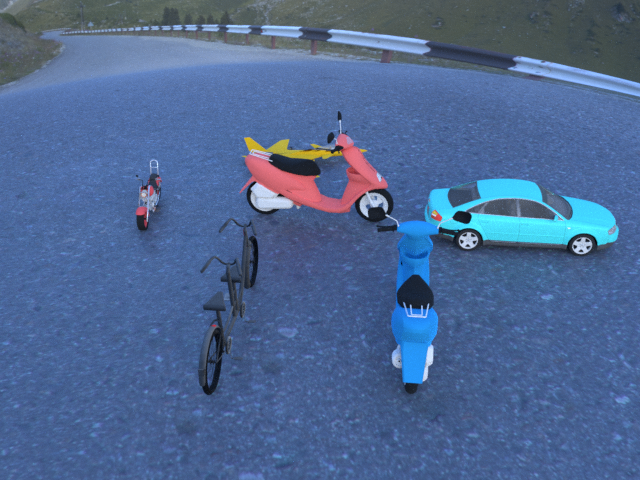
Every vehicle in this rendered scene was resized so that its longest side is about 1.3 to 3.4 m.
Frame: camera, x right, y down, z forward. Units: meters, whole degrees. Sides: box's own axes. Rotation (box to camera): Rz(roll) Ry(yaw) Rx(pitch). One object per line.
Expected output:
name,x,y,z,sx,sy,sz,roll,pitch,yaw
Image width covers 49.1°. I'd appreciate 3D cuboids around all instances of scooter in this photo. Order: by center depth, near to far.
scooter,1.200,0.554,8.836,1.288,1.786,2.721,3,29,6
scooter,-0.067,-1.191,12.060,2.721,1.786,1.288,4,29,8

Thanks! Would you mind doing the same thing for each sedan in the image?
sedan,3.324,-0.456,11.592,3.137,0.940,1.235,3,29,5

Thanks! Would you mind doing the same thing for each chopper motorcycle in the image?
chopper motorcycle,-3.050,-0.809,12.432,0.466,0.761,1.563,0,28,-1

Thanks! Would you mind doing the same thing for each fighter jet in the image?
fighter jet,-0.234,-1.878,14.620,2.640,0.557,2.229,-9,30,-16

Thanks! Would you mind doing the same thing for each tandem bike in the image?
tandem bike,-1.153,0.657,9.129,0.550,1.326,3.192,3,29,6
